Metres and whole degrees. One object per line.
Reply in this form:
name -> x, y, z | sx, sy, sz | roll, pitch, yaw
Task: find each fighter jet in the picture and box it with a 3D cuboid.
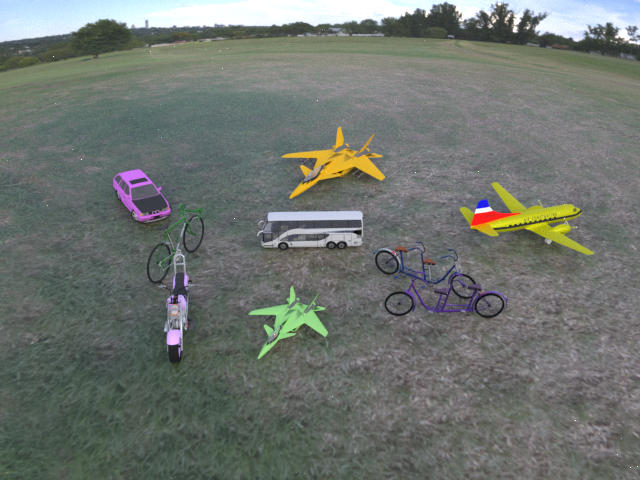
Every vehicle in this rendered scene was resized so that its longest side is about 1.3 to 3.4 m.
fighter jet -> 0.122, -1.449, 13.351 | 2.229, 0.557, 2.640 | 16, 33, 26
fighter jet -> -0.475, 1.089, 9.126 | 1.147, 0.286, 1.358 | 13, 32, 22

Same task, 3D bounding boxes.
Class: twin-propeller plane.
twin-propeller plane -> 3.366, -0.424, 11.295 | 2.129, 0.792, 2.663 | -10, 31, -17

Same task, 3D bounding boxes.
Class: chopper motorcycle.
chopper motorcycle -> -1.844, 0.862, 9.045 | 0.466, 0.761, 1.563 | -3, 30, -5

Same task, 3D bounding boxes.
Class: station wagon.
station wagon -> -3.151, -0.815, 12.312 | 0.682, 0.473, 1.597 | -16, 33, -26

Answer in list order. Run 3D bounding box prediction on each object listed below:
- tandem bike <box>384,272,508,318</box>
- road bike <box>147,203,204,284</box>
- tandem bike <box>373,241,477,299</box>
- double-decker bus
tandem bike -> 1.687, 0.748, 9.327 | 1.642, 0.682, 0.283 | 1, 29, 1
road bike -> -2.146, 0.013, 10.459 | 0.358, 0.852, 1.545 | 11, 31, 19
tandem bike -> 1.485, 0.364, 10.009 | 1.642, 0.682, 0.283 | 17, 34, 28
double-decker bus -> -0.149, -0.161, 11.082 | 1.672, 0.541, 0.389 | -1, 29, -1
